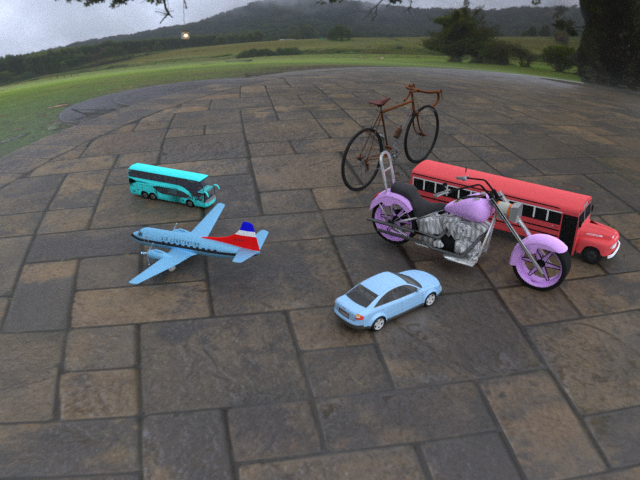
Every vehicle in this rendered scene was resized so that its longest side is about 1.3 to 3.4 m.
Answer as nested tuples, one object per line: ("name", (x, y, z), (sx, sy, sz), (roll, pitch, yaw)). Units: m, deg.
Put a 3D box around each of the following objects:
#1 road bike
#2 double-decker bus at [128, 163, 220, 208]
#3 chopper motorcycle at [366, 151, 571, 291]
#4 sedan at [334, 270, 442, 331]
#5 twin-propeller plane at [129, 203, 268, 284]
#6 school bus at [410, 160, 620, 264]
("road bike", (1.379, -1.968, 12.986), (0.696, 1.656, 3.004), (23, 35, 36))
("double-decker bus", (-2.576, -0.949, 12.241), (1.672, 0.541, 0.389), (11, 30, 20))
("chopper motorcycle", (2.074, -0.299, 9.987), (3.040, 1.480, 0.906), (17, 32, 29))
("sedan", (0.917, 0.697, 9.158), (1.613, 0.483, 0.635), (-20, 33, -33))
("twin-propeller plane", (-1.856, -0.034, 10.222), (2.129, 0.792, 2.663), (9, 29, 17))
("school bus", (3.016, -0.496, 11.049), (3.322, 0.844, 0.709), (17, 32, 30))
